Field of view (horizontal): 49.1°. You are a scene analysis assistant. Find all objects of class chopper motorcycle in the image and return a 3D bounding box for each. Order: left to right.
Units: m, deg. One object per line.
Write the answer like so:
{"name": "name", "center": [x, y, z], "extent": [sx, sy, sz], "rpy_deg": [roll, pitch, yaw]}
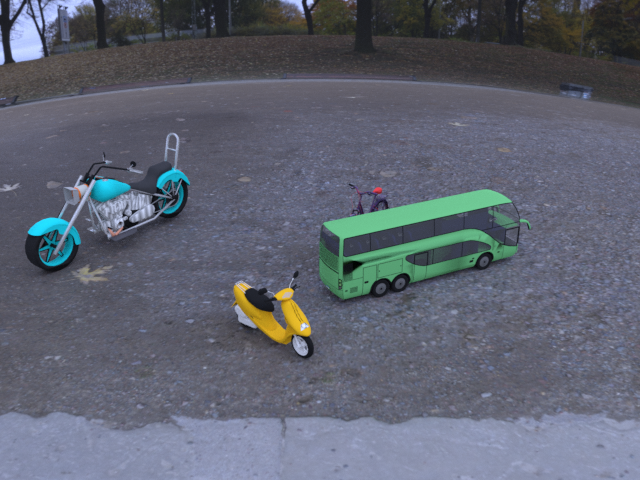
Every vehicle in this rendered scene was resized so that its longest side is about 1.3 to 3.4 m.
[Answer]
{"name": "chopper motorcycle", "center": [-3.263, -0.649, 11.005], "extent": [0.906, 1.480, 3.040], "rpy_deg": [18, 31, 33]}

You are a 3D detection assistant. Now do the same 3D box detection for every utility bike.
{"name": "utility bike", "center": [0.774, -0.458, 11.224], "extent": [0.535, 0.946, 1.435], "rpy_deg": [18, 31, 33]}

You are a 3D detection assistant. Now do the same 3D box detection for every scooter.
{"name": "scooter", "center": [-0.598, 0.836, 8.548], "extent": [1.399, 0.919, 0.662], "rpy_deg": [22, 33, 37]}

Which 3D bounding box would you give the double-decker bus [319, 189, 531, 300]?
{"name": "double-decker bus", "center": [1.539, 0.011, 10.120], "extent": [3.251, 1.052, 0.756], "rpy_deg": [-12, 28, -24]}
